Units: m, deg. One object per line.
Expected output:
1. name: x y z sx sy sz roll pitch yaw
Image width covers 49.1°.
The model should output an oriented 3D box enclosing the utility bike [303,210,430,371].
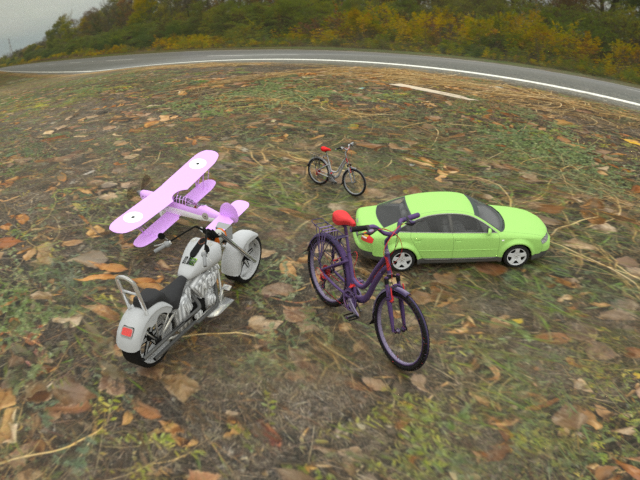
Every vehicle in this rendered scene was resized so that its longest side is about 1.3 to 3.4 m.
1. utility bike: 0.620 0.379 9.149 1.039 1.839 2.791 -17 34 -28

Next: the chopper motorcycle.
1. chopper motorcycle: -1.645 0.451 9.387 0.906 1.480 3.040 13 32 22

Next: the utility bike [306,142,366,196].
1. utility bike: 0.320 -1.408 13.217 1.435 0.946 0.535 21 36 33

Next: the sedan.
1. sedan: 2.094 -0.221 11.124 3.137 0.940 1.235 -2 30 -3

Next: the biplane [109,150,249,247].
1. biplane: -2.254 -0.533 11.635 2.120 0.981 2.598 15 33 24
